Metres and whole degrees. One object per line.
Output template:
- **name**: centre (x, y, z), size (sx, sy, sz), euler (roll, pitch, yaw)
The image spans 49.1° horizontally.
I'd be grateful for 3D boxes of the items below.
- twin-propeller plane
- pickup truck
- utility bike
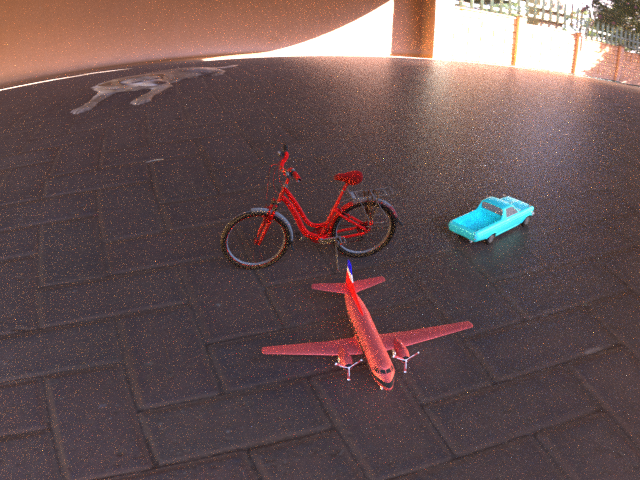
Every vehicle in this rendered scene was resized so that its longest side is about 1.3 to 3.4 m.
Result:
- **twin-propeller plane**: centre (0.571, 1.049, 8.720), size (2.663, 0.792, 2.129), euler (-6, 30, -10)
- **pickup truck**: centre (2.848, -0.386, 11.546), size (1.603, 0.511, 0.640), euler (-22, 36, -34)
- **utility bike**: centre (-0.066, -0.380, 10.184), size (2.791, 1.839, 1.039), euler (-6, 30, -11)
